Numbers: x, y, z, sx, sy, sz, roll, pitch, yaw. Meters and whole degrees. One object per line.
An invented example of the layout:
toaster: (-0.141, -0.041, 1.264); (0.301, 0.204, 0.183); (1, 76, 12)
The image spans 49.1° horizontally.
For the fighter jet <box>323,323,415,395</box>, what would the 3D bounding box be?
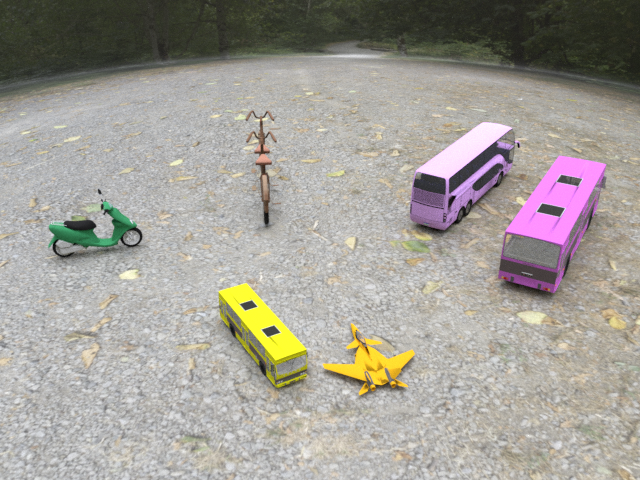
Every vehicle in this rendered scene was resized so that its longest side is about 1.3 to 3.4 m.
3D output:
fighter jet: (0.571, 1.328, 8.527); (1.147, 0.286, 1.358); (-7, 29, -12)

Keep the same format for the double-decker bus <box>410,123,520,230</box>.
double-decker bus: (2.613, -1.218, 12.378); (0.756, 1.052, 3.251); (18, 33, 29)

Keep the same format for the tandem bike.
tandem bike: (-1.020, -1.428, 12.476); (0.550, 1.326, 3.192); (-3, 29, -5)

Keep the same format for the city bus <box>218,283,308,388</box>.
city bus: (-0.736, 1.157, 8.659); (0.476, 0.460, 1.674); (-16, 32, -26)

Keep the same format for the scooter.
scooter: (-3.459, -0.221, 10.696); (1.399, 0.919, 0.662); (-10, 30, -17)

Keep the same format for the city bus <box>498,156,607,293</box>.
city bus: (3.669, -0.306, 10.877); (0.926, 0.894, 3.255); (15, 32, 26)
